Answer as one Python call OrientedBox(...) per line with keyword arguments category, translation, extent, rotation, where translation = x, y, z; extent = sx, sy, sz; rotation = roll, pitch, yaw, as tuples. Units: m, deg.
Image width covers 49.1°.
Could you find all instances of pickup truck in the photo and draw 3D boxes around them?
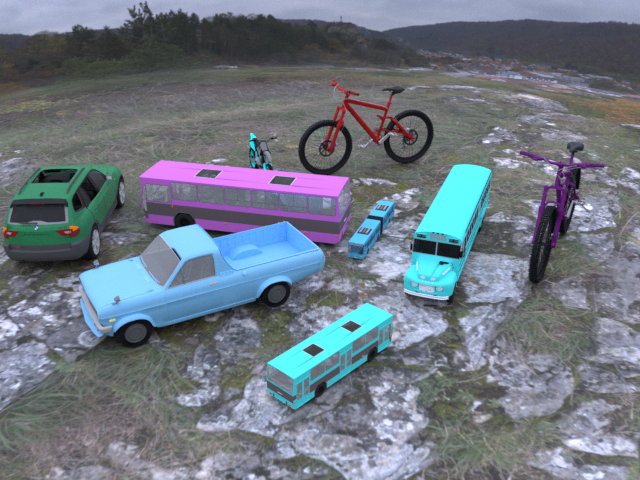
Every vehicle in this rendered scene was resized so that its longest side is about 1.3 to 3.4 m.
OrientedBox(category="pickup truck", translation=(-1.512, 0.379, 9.106), extent=(3.117, 0.993, 1.244), rotation=(-14, 30, -26))

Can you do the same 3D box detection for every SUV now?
OrientedBox(category="SUV", translation=(-3.953, -0.641, 10.984), extent=(1.276, 1.128, 3.058), rotation=(-1, 27, -2))

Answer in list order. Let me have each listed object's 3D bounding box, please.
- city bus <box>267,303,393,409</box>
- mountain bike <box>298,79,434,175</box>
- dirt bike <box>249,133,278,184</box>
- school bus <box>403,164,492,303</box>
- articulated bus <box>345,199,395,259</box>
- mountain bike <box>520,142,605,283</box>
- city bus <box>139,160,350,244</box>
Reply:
OrientedBox(category="city bus", translation=(0.149, 1.290, 7.887), extent=(0.476, 0.460, 1.674), rotation=(23, 35, 38))
OrientedBox(category="mountain bike", translation=(0.926, -2.157, 13.377), extent=(2.857, 1.688, 1.114), rotation=(-10, 28, -19))
OrientedBox(category="dirt bike", translation=(-1.090, -1.537, 13.068), extent=(0.527, 0.857, 1.493), rotation=(-10, 28, -18))
OrientedBox(category="school bus", translation=(1.952, -0.185, 10.394), extent=(0.709, 0.844, 3.322), rotation=(10, 28, 18))
OrientedBox(category="articulated bus", translation=(0.825, -0.193, 11.028), extent=(0.311, 0.289, 1.749), rotation=(10, 28, 19))
OrientedBox(category="mountain bike", translation=(3.492, -0.557, 10.194), extent=(1.114, 1.688, 2.857), rotation=(14, 30, 25))
OrientedBox(category="city bus", translation=(-1.184, -0.589, 11.141), extent=(3.255, 0.894, 0.926), rotation=(6, 27, 13))
